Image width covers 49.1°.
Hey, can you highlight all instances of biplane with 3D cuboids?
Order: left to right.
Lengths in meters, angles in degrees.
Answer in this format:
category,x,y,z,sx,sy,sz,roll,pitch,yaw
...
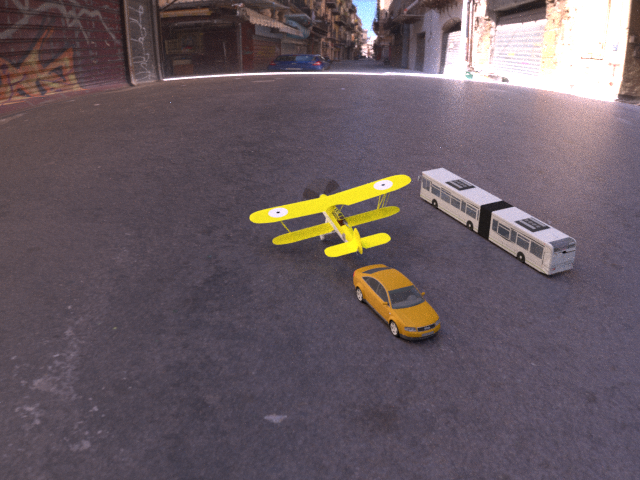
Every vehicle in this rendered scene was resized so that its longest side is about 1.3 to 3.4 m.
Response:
category,x,y,z,sx,sy,sz,roll,pitch,yaw
biplane,0.267,-0.264,10.761,2.598,0.981,2.120,-7,27,-14

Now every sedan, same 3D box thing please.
category,x,y,z,sx,sy,sz,roll,pitch,yaw
sedan,0.998,0.753,9.270,0.635,0.483,1.613,-12,29,-22

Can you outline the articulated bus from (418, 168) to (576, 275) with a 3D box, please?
category,x,y,z,sx,sy,sz,roll,pitch,yaw
articulated bus,2.774,-0.398,11.504,0.605,0.561,3.401,-12,29,-23
